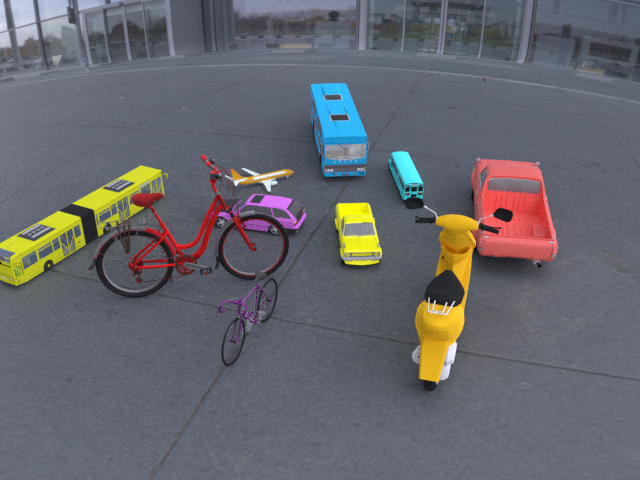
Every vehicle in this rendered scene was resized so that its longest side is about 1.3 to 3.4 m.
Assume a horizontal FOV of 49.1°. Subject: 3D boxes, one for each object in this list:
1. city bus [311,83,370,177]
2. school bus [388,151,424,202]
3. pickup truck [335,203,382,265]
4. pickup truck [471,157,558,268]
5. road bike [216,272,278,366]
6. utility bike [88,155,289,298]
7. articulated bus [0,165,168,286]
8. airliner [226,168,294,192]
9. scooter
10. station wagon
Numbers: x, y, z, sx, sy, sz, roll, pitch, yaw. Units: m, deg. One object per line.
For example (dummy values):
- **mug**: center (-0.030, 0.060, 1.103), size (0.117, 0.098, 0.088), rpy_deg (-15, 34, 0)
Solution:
- **city bus**: center (0.325, -2.278, 14.282), size (0.926, 0.894, 3.255), rpy_deg (-3, 30, -4)
- **school bus**: center (1.558, -1.209, 12.880), size (0.365, 0.434, 1.708), rpy_deg (-2, 30, -4)
- **pickup truck**: center (0.584, -0.167, 10.985), size (0.640, 0.511, 1.603), rpy_deg (-1, 30, -3)
- **pickup truck**: center (3.081, -0.621, 11.292), size (1.244, 0.993, 3.117), rpy_deg (5, 30, 9)
- **road bike**: center (-0.867, 0.902, 8.778), size (0.358, 0.852, 1.545), rpy_deg (11, 32, 19)
- **utility bike**: center (-1.819, -0.177, 9.667), size (2.791, 1.839, 1.039), rpy_deg (-8, 31, -13)
- **articulated bus**: center (-3.728, -0.331, 11.221), size (0.605, 0.561, 3.401), rpy_deg (14, 33, 23)
- **airliner**: center (-1.062, -1.237, 12.933), size (1.307, 0.429, 1.161), rpy_deg (-16, 33, -26)
- **scooter**: center (1.575, 0.484, 8.568), size (1.288, 1.786, 2.721), rpy_deg (8, 31, 14)
- **station wagon**: center (-1.055, -0.476, 11.562), size (1.597, 0.473, 0.682), rpy_deg (8, 31, 13)
